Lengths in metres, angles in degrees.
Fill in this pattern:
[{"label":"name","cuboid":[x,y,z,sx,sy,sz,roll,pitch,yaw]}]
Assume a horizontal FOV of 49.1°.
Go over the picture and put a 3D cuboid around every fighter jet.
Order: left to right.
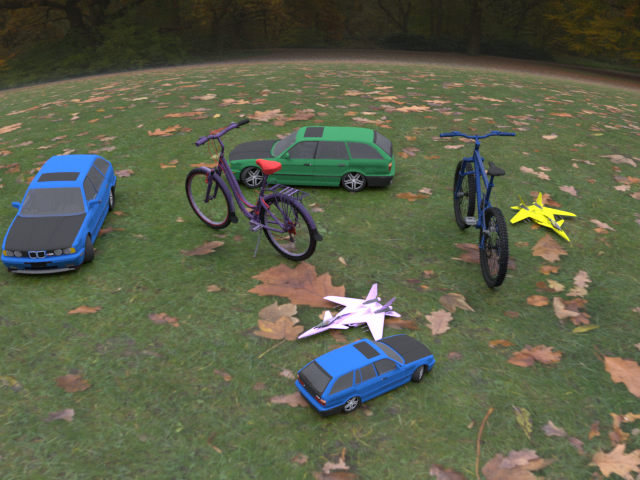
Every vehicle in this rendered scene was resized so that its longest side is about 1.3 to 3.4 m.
[{"label":"fighter jet","cuboid":[0.306,0.939,8.758,1.358,0.286,1.147,-17,32,-29]},{"label":"fighter jet","cuboid":[3.664,-0.366,11.271,1.147,0.286,1.358,-6,28,-12]}]

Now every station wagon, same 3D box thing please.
[{"label":"station wagon","cuboid":[-4.016,-0.542,10.923,1.327,0.920,3.105,-2,28,-4]},{"label":"station wagon","cuboid":[-0.174,-1.564,12.892,3.105,0.920,1.327,2,28,4]},{"label":"station wagon","cuboid":[0.532,1.384,7.697,1.597,0.473,0.682,-16,32,-29]}]

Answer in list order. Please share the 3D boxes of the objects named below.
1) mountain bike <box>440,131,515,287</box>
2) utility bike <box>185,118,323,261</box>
[{"label":"mountain bike","cuboid":[2.323,-0.579,10.161,1.114,1.688,2.857,-1,27,-2]},{"label":"utility bike","cuboid":[-1.126,-0.701,10.233,2.791,1.839,1.039,20,34,34]}]
